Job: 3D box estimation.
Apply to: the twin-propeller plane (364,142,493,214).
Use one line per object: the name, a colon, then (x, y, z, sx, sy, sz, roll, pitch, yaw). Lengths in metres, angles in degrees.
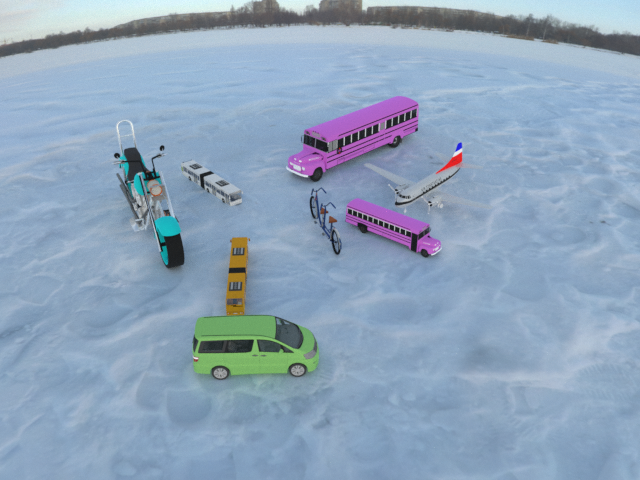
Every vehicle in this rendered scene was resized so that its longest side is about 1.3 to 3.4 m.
twin-propeller plane: (1.980, -1.105, 12.480, 2.663, 0.792, 2.129, 24, 38, 34)

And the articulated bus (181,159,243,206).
articulated bus: (-2.018, -1.069, 12.913, 0.311, 0.289, 1.749, -23, 38, -33)

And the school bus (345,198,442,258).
school bus: (1.187, -0.209, 11.322, 1.708, 0.434, 0.365, 23, 38, 33)

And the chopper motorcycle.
chopper motorcycle: (-2.778, -0.798, 11.290, 0.906, 1.480, 3.040, -14, 33, -22)

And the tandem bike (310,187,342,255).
tandem bike: (0.075, -0.370, 11.350, 0.283, 0.682, 1.642, -9, 32, -15)

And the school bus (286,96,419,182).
school bus: (0.699, -2.081, 14.073, 0.709, 0.844, 3.322, 27, 40, 37)

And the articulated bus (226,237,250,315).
articulated bus: (-1.204, 0.500, 10.270, 0.311, 0.289, 1.749, -2, 31, -3)

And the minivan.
minivan: (-0.787, 1.284, 8.630, 1.548, 0.616, 0.681, -2, 31, -3)
